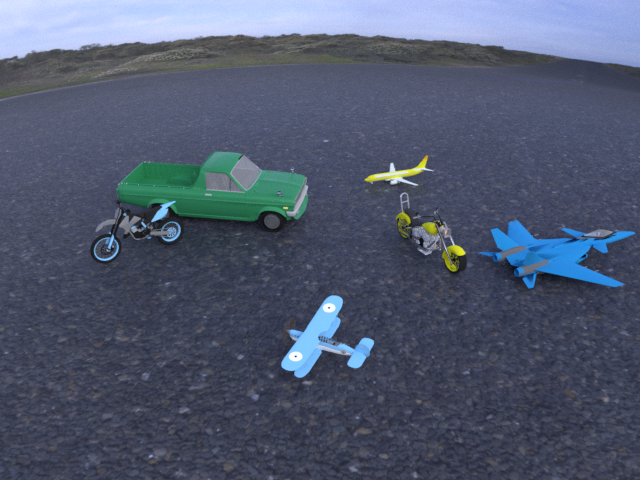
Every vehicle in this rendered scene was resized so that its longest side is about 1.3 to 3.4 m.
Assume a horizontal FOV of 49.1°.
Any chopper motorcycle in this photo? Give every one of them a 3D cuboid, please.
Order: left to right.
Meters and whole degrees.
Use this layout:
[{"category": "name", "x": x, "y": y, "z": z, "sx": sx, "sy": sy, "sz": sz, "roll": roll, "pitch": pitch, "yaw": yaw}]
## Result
[{"category": "chopper motorcycle", "x": 1.656, "y": -0.117, "z": 10.521, "sx": 0.466, "sy": 0.761, "sz": 1.563, "roll": -15, "pitch": 31, "yaw": -27}]

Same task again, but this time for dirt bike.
[{"category": "dirt bike", "x": -2.743, "y": -0.172, "z": 10.523, "sx": 1.493, "sy": 0.857, "sz": 0.527, "roll": -18, "pitch": 33, "yaw": -31}]

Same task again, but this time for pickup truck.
[{"category": "pickup truck", "x": -1.773, "y": -0.909, "z": 11.788, "sx": 3.117, "sy": 0.993, "sz": 1.244, "roll": 5, "pitch": 28, "yaw": 9}]

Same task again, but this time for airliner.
[{"category": "airliner", "x": 1.452, "y": -1.318, "z": 13.181, "sx": 1.307, "sy": 0.429, "sz": 1.161, "roll": -9, "pitch": 29, "yaw": -16}]

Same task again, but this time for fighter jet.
[{"category": "fighter jet", "x": 3.811, "y": 0.001, "z": 10.516, "sx": 2.640, "sy": 0.557, "sz": 2.229, "roll": -13, "pitch": 30, "yaw": -23}]

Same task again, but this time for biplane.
[{"category": "biplane", "x": 0.071, "y": 1.230, "z": 8.218, "sx": 1.090, "sy": 0.504, "sz": 1.336, "roll": 13, "pitch": 30, "yaw": 23}]
